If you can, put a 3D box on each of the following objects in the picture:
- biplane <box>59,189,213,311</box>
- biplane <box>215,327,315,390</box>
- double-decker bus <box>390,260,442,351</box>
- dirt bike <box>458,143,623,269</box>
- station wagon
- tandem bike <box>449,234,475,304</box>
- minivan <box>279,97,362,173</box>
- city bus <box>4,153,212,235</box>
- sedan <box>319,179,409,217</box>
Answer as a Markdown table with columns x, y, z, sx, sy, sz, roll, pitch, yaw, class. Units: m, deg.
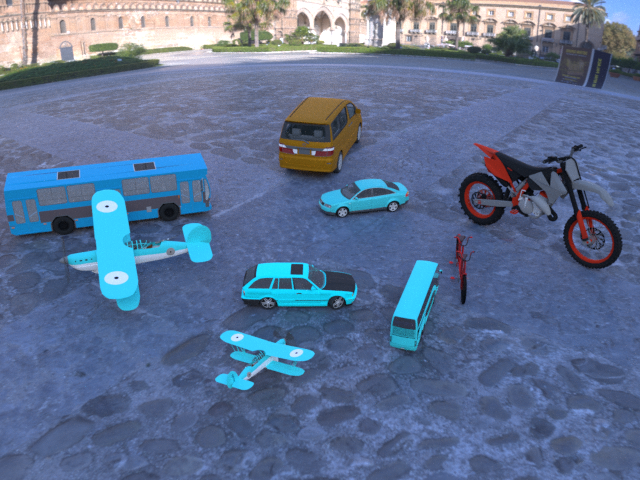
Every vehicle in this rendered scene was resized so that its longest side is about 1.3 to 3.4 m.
| x | y | z | sx | sy | sz | roll | pitch | yaw | class |
| --- | --- | --- | --- | --- | --- | --- | --- | --- | --- |
| -2.588 | 0.190 | 9.957 | 2.120 | 0.981 | 2.598 | -8 | 29 | -16 | biplane |
| -0.728 | 1.416 | 8.128 | 1.336 | 0.504 | 1.090 | 17 | 32 | 30 | biplane |
| 1.280 | 0.809 | 9.248 | 0.389 | 0.541 | 1.672 | 9 | 29 | 16 | double-decker bus |
| 3.379 | -0.678 | 10.876 | 1.024 | 1.666 | 2.903 | -22 | 35 | -36 | dirt bike |
| -0.281 | 0.604 | 9.712 | 1.597 | 0.473 | 0.682 | 0 | 28 | 0 | station wagon |
| 2.049 | 0.278 | 10.111 | 0.283 | 0.682 | 1.642 | 3 | 28 | 6 | tandem bike |
| 0.080 | -2.330 | 14.539 | 1.324 | 1.197 | 3.011 | 7 | 28 | 13 | minivan |
| -3.534 | -0.763 | 11.871 | 3.255 | 0.894 | 0.926 | -8 | 29 | -15 | city bus |
| 0.773 | -0.783 | 12.352 | 1.613 | 0.483 | 0.635 | -7 | 28 | -13 | sedan |
